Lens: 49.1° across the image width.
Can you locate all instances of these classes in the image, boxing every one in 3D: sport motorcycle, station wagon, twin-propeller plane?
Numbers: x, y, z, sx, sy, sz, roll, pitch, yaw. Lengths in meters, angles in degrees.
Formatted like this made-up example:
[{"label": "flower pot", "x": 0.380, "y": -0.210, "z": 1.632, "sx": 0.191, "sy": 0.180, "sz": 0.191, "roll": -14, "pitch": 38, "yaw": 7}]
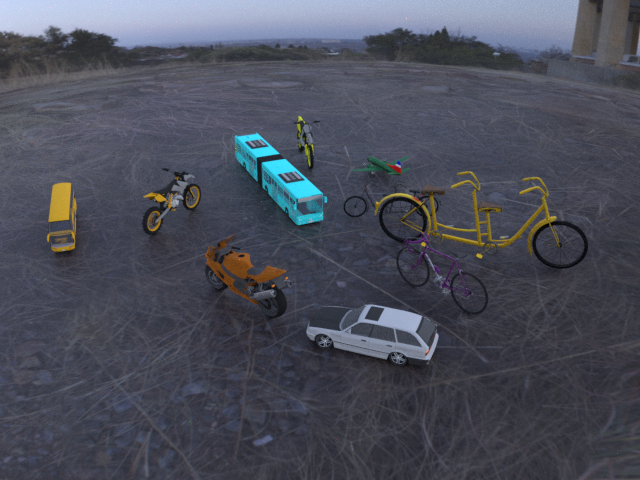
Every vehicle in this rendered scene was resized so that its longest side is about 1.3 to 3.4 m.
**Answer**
[{"label": "sport motorcycle", "x": -1.012, "y": 0.487, "z": 9.338, "sx": 1.520, "sy": 0.821, "sz": 0.506, "roll": 21, "pitch": 34, "yaw": 34}, {"label": "station wagon", "x": 0.627, "y": 1.085, "z": 8.578, "sx": 1.597, "sy": 0.473, "sz": 0.682, "roll": 10, "pitch": 29, "yaw": 18}, {"label": "twin-propeller plane", "x": 1.232, "y": -1.471, "z": 13.494, "sx": 1.370, "sy": 0.407, "sz": 1.095, "roll": -16, "pitch": 32, "yaw": -28}]

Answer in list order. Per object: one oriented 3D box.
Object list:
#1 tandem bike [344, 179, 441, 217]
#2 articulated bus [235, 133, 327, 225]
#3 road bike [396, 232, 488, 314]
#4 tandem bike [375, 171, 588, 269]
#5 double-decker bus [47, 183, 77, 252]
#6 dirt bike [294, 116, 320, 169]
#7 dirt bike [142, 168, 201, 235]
[{"label": "tandem bike", "x": 1.215, "y": -0.685, "z": 11.710, "sx": 1.642, "sy": 0.682, "sz": 0.283, "roll": 0, "pitch": 28, "yaw": -1}, {"label": "articulated bus", "x": -0.823, "y": -1.196, "z": 12.807, "sx": 0.605, "sy": 0.561, "sz": 3.401, "roll": -12, "pitch": 30, "yaw": -21}, {"label": "road bike", "x": 1.623, "y": 0.424, "z": 9.425, "sx": 0.358, "sy": 0.852, "sz": 1.545, "roll": -24, "pitch": 36, "yaw": -38}, {"label": "tandem bike", "x": 2.350, "y": -0.367, "z": 10.417, "sx": 3.192, "sy": 1.326, "sz": 0.550, "roll": 10, "pitch": 29, "yaw": 19}, {"label": "double-decker bus", "x": -4.135, "y": -0.369, "z": 11.262, "sx": 0.389, "sy": 0.541, "sz": 1.672, "roll": -8, "pitch": 29, "yaw": -14}, {"label": "dirt bike", "x": -0.288, "y": -2.022, "z": 14.056, "sx": 0.527, "sy": 0.857, "sz": 1.493, "roll": -5, "pitch": 28, "yaw": -10}, {"label": "dirt bike", "x": -2.446, "y": -0.696, "z": 11.543, "sx": 0.527, "sy": 0.857, "sz": 1.493, "roll": 14, "pitch": 31, "yaw": 24}]
